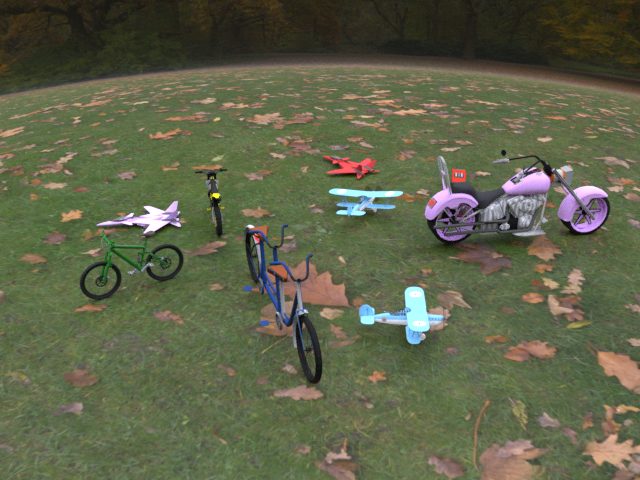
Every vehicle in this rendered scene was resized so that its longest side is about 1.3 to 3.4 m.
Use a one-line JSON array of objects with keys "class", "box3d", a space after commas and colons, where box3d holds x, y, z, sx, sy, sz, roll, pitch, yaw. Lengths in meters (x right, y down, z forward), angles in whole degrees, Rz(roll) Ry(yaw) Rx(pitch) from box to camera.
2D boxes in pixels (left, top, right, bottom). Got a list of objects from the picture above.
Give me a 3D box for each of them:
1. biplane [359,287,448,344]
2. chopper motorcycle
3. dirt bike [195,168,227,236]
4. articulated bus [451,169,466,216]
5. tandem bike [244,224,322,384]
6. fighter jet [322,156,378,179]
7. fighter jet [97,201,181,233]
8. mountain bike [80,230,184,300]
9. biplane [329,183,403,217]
[{"class": "biplane", "box3d": [1.029, 0.956, 8.684, 1.090, 0.504, 1.336, 2, 27, 4]}, {"class": "chopper motorcycle", "box3d": [3.109, -0.681, 10.816, 3.040, 1.480, 0.906, -5, 28, -10]}, {"class": "dirt bike", "box3d": [-1.749, -0.696, 11.530, 0.527, 0.857, 1.493, -6, 28, -12]}, {"class": "articulated bus", "box3d": [2.452, -0.836, 12.429, 0.311, 0.289, 1.749, 5, 27, 9]}, {"class": "tandem bike", "box3d": [-0.533, 0.470, 8.733, 0.550, 1.326, 3.192, -9, 28, -17]}, {"class": "fighter jet", "box3d": [0.502, -1.567, 13.862, 1.147, 0.286, 1.358, -22, 34, -37]}, {"class": "fighter jet", "box3d": [-2.992, -0.379, 11.537, 1.358, 0.286, 1.147, -5, 28, -10]}, {"class": "mountain bike", "box3d": [-2.571, 0.293, 9.581, 1.469, 0.868, 0.573, -17, 31, -29]}, {"class": "biplane", "box3d": [0.686, -0.611, 11.751, 1.336, 0.504, 1.090, 13, 30, 24]}]
